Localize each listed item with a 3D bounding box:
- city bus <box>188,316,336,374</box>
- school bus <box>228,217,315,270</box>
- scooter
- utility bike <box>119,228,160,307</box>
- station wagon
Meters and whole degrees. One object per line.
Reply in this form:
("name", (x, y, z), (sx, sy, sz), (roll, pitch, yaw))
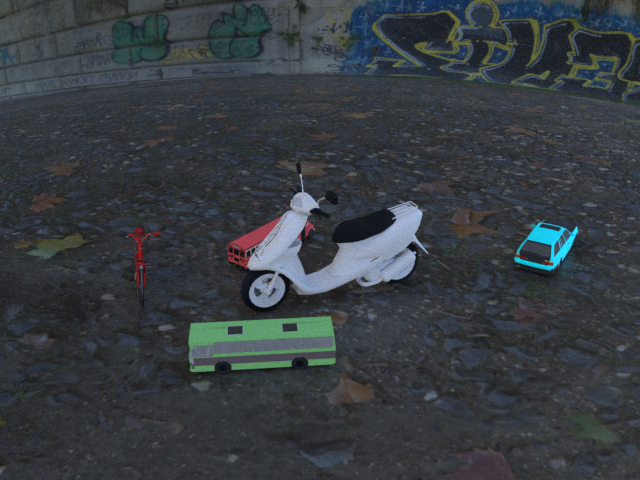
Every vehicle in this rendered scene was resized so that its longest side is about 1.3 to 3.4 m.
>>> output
("city bus", (-0.669, 1.229, 8.162), (1.674, 0.460, 0.476), (-2, 26, -5))
("school bus", (-0.706, -0.029, 10.780), (0.365, 0.434, 1.708), (18, 31, 33))
("scooter", (0.231, -0.044, 9.264), (2.721, 1.786, 1.288), (-10, 28, -20))
("utility bike", (-2.441, 0.242, 9.637), (0.535, 0.946, 1.435), (-7, 27, -14))
("station wagon", (3.486, 0.003, 10.669), (0.682, 0.473, 1.597), (15, 30, 28))
